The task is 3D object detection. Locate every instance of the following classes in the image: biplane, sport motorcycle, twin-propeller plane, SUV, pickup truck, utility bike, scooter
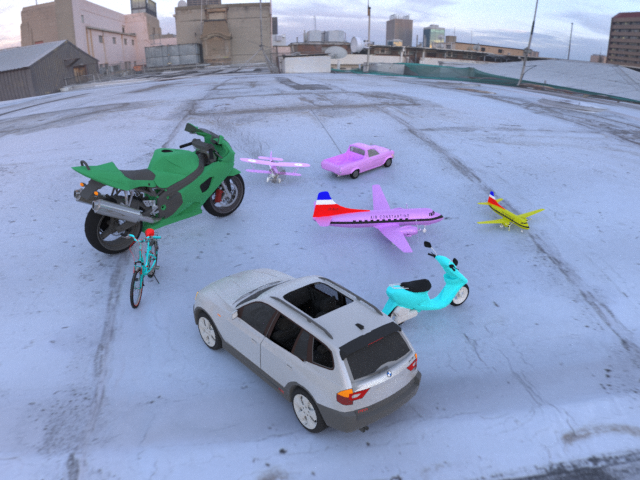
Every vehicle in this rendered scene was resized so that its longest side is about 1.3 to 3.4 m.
[{"bbox_3d":[-0.875,-1.414,13.487,1.336,0.504,1.090,-5,26,-9],"label":"biplane"},{"bbox_3d":[-2.405,-0.825,11.028,2.955,1.596,0.983,-22,34,-38],"label":"sport motorcycle"},{"bbox_3d":[0.942,-0.442,11.160,2.129,0.792,2.663,-3,26,-5],"label":"twin-propeller plane"},{"bbox_3d":[3.125,-0.464,11.645,1.370,0.407,1.095,-11,28,-22],"label":"twin-propeller plane"},{"bbox_3d":[-0.256,0.976,7.862,1.276,1.128,3.058,-20,32,-35],"label":"SUV"},{"bbox_3d":[0.771,-1.626,13.914,1.603,0.511,0.640,-22,34,-38],"label":"pickup truck"},{"bbox_3d":[-2.349,0.261,9.540,0.535,0.946,1.435,1,26,1],"label":"utility bike"},{"bbox_3d":[1.383,0.576,8.925,1.399,0.919,0.662,-14,29,-27],"label":"scooter"}]
